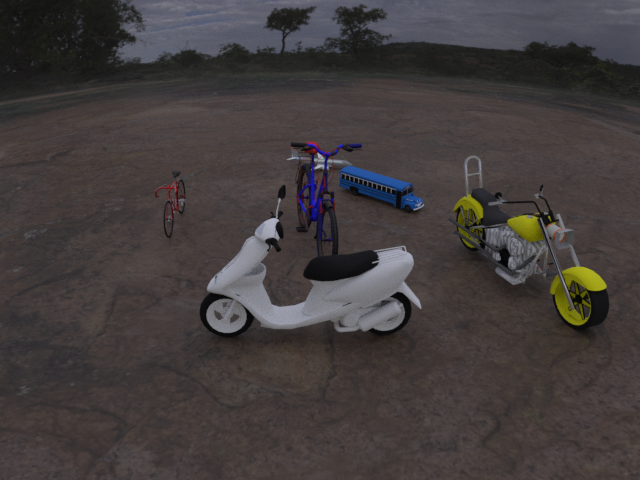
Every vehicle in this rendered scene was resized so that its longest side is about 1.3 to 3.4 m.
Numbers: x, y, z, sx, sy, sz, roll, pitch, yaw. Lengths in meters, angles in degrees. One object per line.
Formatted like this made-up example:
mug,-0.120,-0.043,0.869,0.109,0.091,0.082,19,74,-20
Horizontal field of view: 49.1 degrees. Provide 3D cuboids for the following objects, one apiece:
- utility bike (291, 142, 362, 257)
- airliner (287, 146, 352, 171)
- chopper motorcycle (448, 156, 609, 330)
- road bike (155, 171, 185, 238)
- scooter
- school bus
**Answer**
utility bike,0.022,-0.736,10.644,1.039,1.839,2.791,-5,26,-11
airliner,0.009,-1.674,14.183,1.307,0.429,1.161,5,26,9
chopper motorcycle,2.815,-0.043,9.630,0.906,1.480,3.040,-11,28,-21
road bike,-2.414,-0.656,11.608,0.358,0.852,1.545,1,26,2
scooter,-0.122,0.384,8.401,2.721,1.786,1.288,-1,26,-1
school bus,1.107,-0.927,12.643,1.708,0.434,0.365,21,33,37
